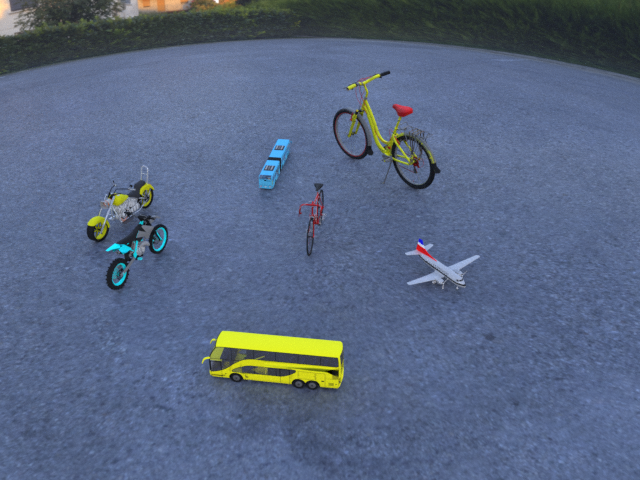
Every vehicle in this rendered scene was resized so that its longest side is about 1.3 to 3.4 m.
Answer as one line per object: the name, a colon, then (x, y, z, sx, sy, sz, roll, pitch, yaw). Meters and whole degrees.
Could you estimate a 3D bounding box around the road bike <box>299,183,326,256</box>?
road bike: (-0.071, -0.401, 11.073, 0.358, 0.852, 1.545, 5, 32, 8)

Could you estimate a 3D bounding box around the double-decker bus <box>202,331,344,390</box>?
double-decker bus: (-0.549, 1.428, 8.365, 1.672, 0.541, 0.389, 4, 32, 7)

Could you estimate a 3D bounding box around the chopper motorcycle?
chopper motorcycle: (-3.275, -0.606, 11.497, 0.466, 0.761, 1.563, 14, 34, 22)

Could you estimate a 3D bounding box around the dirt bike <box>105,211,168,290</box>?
dirt bike: (-2.694, 0.070, 10.294, 0.527, 0.857, 1.493, 12, 33, 19)

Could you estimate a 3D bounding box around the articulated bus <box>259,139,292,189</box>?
articulated bus: (-0.851, -1.472, 13.376, 0.311, 0.289, 1.749, 5, 32, 8)

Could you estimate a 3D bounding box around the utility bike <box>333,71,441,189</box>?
utility bike: (1.089, -2.007, 12.764, 1.039, 1.839, 2.791, -24, 39, -33)

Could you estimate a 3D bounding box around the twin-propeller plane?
twin-propeller plane: (1.759, 0.361, 10.247, 1.370, 0.407, 1.095, -19, 36, -28)
